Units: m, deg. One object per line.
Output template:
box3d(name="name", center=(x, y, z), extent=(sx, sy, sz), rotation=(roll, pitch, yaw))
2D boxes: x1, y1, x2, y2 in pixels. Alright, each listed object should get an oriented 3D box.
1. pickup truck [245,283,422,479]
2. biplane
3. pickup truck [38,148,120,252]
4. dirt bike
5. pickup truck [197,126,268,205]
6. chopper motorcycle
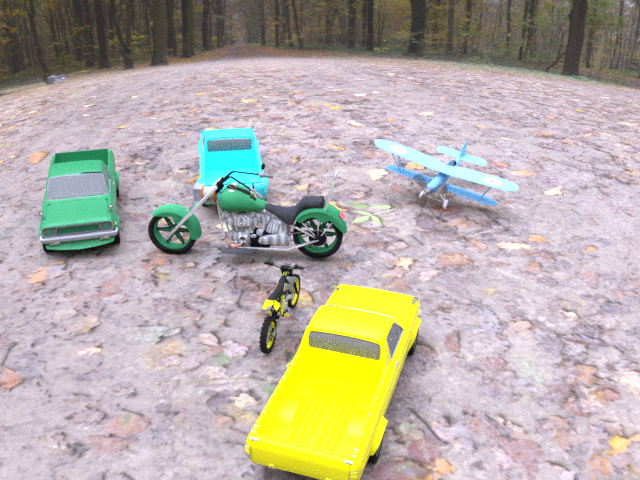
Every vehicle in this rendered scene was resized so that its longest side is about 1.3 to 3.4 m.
box3d(name="pickup truck", center=(0.286, 1.366, 7.688), extent=(1.244, 0.993, 3.117), rotation=(9, 30, 16))
box3d(name="biplane", center=(2.299, -1.192, 12.463), extent=(2.598, 0.981, 2.120), rotation=(14, 31, 24))
box3d(name="pickup truck", center=(-4.036, -0.849, 11.811), extent=(1.244, 0.993, 3.117), rotation=(-7, 29, -13))
box3d(name="dirt bike", center=(-0.503, 0.758, 8.963), extent=(0.527, 0.857, 1.493), rotation=(8, 29, 14))
box3d(name="pickup truck", center=(-1.662, -1.487, 12.999), extent=(1.244, 0.993, 3.117), rotation=(-4, 29, -8))
box3d(name="chopper motorcycle", center=(-1.107, -0.422, 10.503), extent=(3.040, 1.480, 0.906), rotation=(3, 28, 5))
